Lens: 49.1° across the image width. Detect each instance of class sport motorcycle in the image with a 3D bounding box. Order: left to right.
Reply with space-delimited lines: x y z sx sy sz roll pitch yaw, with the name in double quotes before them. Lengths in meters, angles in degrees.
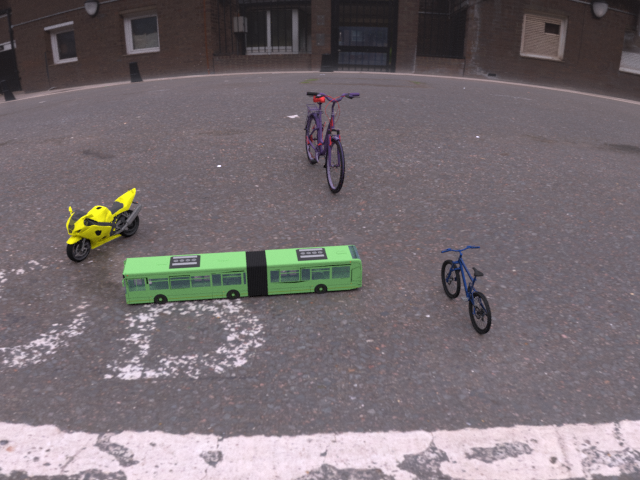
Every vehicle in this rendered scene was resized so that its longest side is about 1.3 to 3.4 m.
"sport motorcycle" -3.490 -0.250 11.276 0.506 0.821 1.520 16 31 28

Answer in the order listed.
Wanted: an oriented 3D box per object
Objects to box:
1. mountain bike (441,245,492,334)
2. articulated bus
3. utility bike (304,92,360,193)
"mountain bike" 1.983 0.619 9.514 0.573 0.868 1.469 -7 28 -13
"articulated bus" -1.107 0.490 10.105 3.401 0.561 0.605 -3 27 -6
"utility bike" 0.161 -2.150 13.895 1.039 1.839 2.791 -7 28 -13
